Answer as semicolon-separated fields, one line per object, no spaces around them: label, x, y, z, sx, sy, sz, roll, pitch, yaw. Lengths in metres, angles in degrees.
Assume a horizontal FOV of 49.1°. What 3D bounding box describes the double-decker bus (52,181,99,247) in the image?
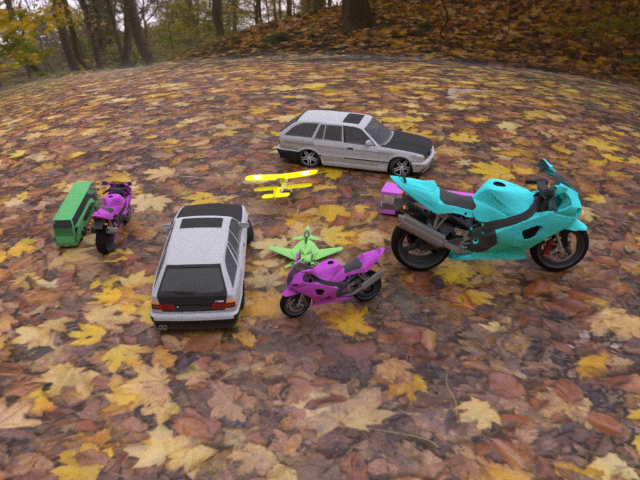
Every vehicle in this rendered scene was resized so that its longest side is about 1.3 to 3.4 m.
double-decker bus;-4.026;-0.470;11.599;0.389;0.541;1.672;-2;29;-3

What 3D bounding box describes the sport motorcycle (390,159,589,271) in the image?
sport motorcycle;2.460;-0.266;10.125;2.955;1.596;0.983;1;29;1

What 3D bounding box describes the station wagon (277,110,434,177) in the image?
station wagon;0.734;-1.994;13.995;3.105;0.920;1.327;8;30;14

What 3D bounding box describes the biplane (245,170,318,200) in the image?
biplane;-0.727;-0.970;12.553;1.336;0.504;1.090;4;29;7

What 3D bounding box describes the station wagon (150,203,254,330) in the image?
station wagon;-1.665;0.120;10.123;1.327;0.920;3.105;-1;29;-2

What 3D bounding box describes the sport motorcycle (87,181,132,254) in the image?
sport motorcycle;-3.310;-0.406;11.190;0.506;0.821;1.520;1;29;2

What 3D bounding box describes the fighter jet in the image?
fighter jet;-0.218;0.010;10.985;1.147;0.286;1.358;1;29;1

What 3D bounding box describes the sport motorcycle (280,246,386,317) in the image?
sport motorcycle;0.173;0.560;9.420;1.520;0.821;0.506;-11;31;-20

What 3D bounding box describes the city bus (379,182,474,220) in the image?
city bus;1.876;-0.595;11.913;1.674;0.460;0.476;9;30;16
